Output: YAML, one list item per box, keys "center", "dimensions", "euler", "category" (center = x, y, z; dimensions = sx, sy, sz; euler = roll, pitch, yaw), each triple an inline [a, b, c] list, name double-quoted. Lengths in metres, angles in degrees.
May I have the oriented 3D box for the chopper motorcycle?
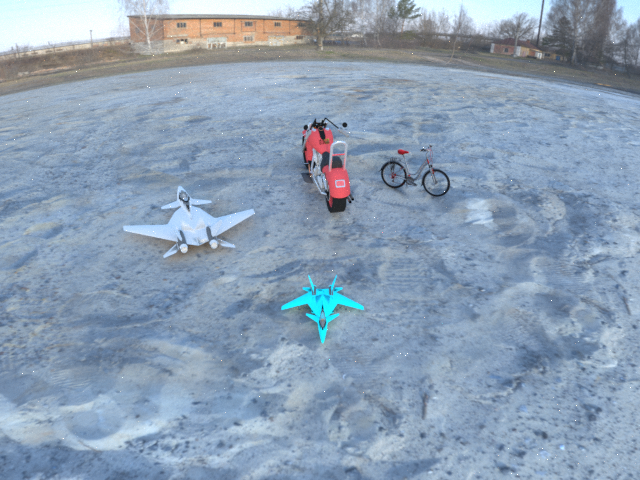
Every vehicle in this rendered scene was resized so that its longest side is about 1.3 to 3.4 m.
- center: [0.055, -1.631, 13.088]
  dimensions: [0.906, 1.480, 3.040]
  euler: [-6, 29, -10]
  category: "chopper motorcycle"

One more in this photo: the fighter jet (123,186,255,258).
- center: [-2.283, -0.566, 12.104]
  dimensions: [2.229, 0.557, 2.640]
  euler: [-8, 30, -15]
  category: "fighter jet"

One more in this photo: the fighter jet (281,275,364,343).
- center: [0.036, 0.939, 9.641]
  dimensions: [1.147, 0.286, 1.358]
  euler: [0, 29, 0]
  category: "fighter jet"

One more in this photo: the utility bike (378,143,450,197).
- center: [1.790, -1.363, 13.154]
  dimensions: [1.435, 0.946, 0.535]
  euler: [14, 32, 24]
  category: "utility bike"
